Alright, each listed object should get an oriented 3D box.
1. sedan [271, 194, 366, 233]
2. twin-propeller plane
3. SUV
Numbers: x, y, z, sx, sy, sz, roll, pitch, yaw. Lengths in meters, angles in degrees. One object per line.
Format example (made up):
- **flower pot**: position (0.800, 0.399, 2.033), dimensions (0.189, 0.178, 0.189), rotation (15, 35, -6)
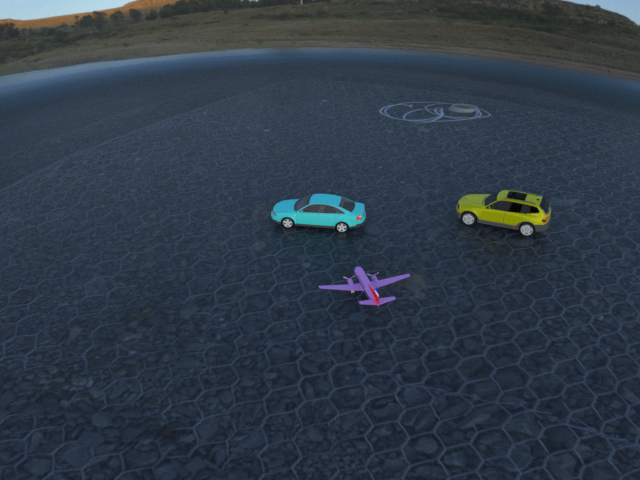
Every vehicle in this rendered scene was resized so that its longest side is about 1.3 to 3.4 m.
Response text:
- **sedan**: position (-0.031, -0.505, 11.872), dimensions (1.613, 0.483, 0.635), rotation (5, 30, 8)
- **twin-propeller plane**: position (0.670, 0.608, 9.972), dimensions (1.370, 0.407, 1.095), rotation (-7, 30, -12)
- **SUV**: position (3.101, -0.533, 11.823), dimensions (1.572, 0.580, 0.656), rotation (12, 32, 20)
